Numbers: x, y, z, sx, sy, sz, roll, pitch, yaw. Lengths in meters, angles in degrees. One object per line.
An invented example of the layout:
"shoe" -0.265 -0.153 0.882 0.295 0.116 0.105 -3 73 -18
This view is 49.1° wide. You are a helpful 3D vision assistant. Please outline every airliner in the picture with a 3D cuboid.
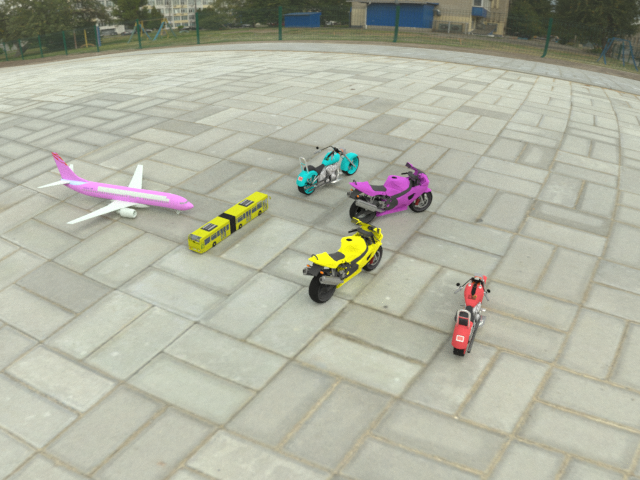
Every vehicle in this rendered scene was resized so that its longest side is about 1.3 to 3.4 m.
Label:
"airliner" -3.264 -0.919 11.499 2.541 0.835 2.257 8 31 14

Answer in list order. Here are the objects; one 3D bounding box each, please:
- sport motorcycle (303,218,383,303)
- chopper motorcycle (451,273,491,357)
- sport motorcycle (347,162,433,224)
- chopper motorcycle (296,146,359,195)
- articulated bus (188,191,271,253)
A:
"sport motorcycle" 0.371 0.272 9.490 0.506 0.821 1.520 24 38 35
"chopper motorcycle" 1.885 0.786 8.675 0.466 0.761 1.563 11 32 18
"sport motorcycle" 1.141 -0.714 11.163 1.520 0.821 0.506 -12 33 -20
"chopper motorcycle" 0.162 -1.311 12.236 0.466 0.761 1.563 24 38 34
"articulated bus" -1.398 -0.299 10.983 0.311 0.289 1.749 17 35 27
